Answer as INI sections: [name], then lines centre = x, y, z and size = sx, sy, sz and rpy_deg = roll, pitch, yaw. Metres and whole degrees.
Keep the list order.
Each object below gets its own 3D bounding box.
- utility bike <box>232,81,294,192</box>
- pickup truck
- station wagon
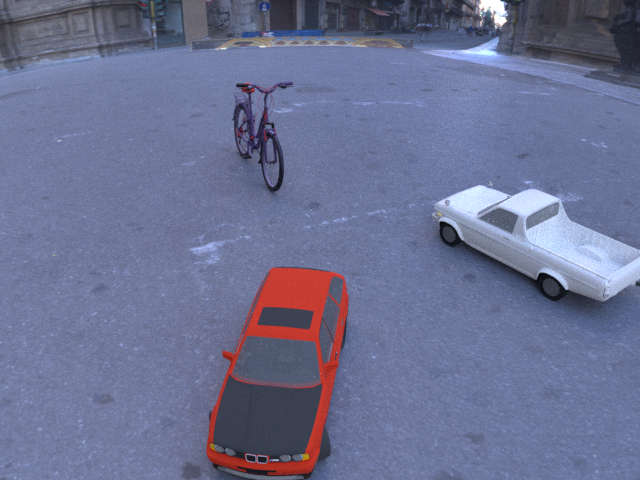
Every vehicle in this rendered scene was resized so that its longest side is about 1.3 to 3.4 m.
[utility bike]
centre = -1.093, -2.138, 12.885
size = 1.039, 1.839, 2.791
rpy_deg = -12, 32, -20
[pickup truck]
centre = 3.115, -0.097, 10.215
size = 1.244, 0.993, 3.117
rpy_deg = -22, 37, -33
[station wagon]
centre = -0.389, 1.281, 7.916
size = 1.327, 0.920, 3.105
rpy_deg = 4, 30, 7
